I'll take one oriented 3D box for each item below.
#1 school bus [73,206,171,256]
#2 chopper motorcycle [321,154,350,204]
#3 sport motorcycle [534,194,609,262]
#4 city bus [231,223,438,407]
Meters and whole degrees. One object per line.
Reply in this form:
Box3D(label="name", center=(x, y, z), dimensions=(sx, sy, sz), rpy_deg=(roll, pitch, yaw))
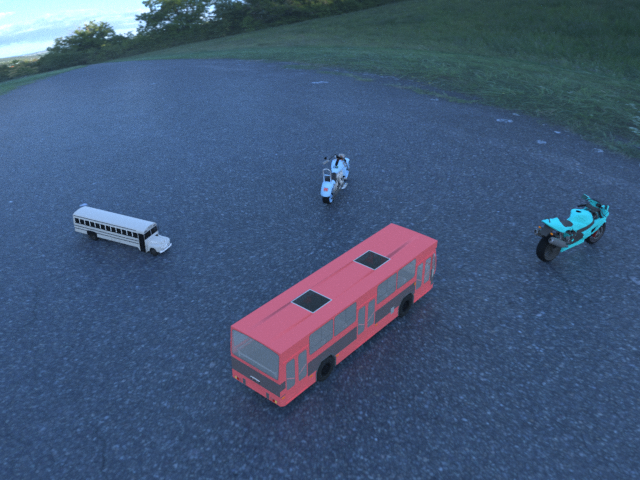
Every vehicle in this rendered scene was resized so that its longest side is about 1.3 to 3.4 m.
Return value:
Box3D(label="school bus", center=(-3.189, -0.155, 11.294), dimensions=(1.708, 0.434, 0.365), rpy_deg=(13, 33, 21))
Box3D(label="chopper motorcycle", center=(0.306, -1.237, 12.830), dimensions=(0.466, 0.761, 1.563), rpy_deg=(8, 31, 14))
Box3D(label="sport motorcycle", center=(3.961, -0.169, 10.933), dimensions=(1.520, 0.821, 0.506), rpy_deg=(-17, 34, -27))
Box3D(label="city bus", center=(0.301, 0.877, 9.060), dimensions=(0.926, 0.894, 3.255), rpy_deg=(23, 37, 34))
